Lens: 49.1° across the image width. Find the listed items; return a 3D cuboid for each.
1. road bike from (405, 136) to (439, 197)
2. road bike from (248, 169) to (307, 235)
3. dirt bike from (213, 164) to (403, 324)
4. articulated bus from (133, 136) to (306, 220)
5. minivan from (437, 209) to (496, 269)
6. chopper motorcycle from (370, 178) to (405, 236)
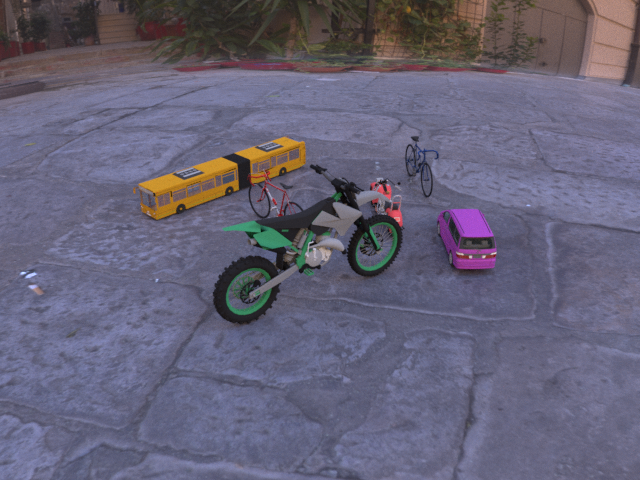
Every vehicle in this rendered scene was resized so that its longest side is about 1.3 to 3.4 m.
[{"bbox_3d":[1.754,-1.364,12.428,0.358,0.852,1.545,-5,28,-9],"label":"road bike"},{"bbox_3d":[-0.674,-0.579,10.943,0.358,0.852,1.545,-22,35,-35],"label":"road bike"},{"bbox_3d":[-0.075,0.014,8.952,2.903,1.666,1.024,-18,33,-30],"label":"dirt bike"},{"bbox_3d":[-1.631,-1.155,12.344,0.605,0.561,3.401,25,37,39],"label":"articulated bus"},{"bbox_3d":[2.145,-0.123,10.334,0.681,0.616,1.548,-1,28,-2],"label":"minivan"},{"bbox_3d":[1.038,-0.651,11.178,0.466,0.761,1.563,-4,28,-8],"label":"chopper motorcycle"}]
